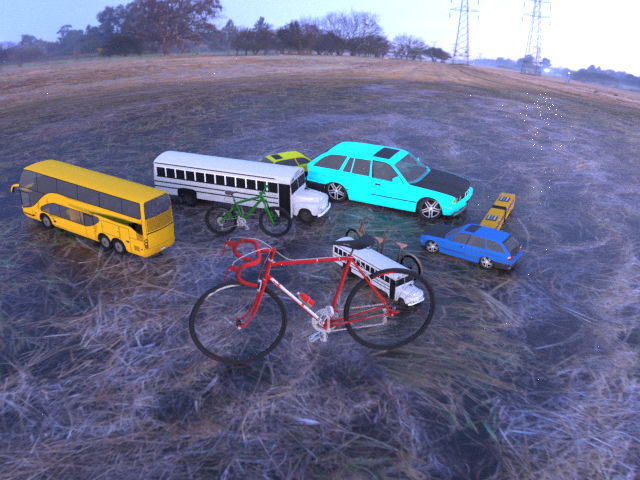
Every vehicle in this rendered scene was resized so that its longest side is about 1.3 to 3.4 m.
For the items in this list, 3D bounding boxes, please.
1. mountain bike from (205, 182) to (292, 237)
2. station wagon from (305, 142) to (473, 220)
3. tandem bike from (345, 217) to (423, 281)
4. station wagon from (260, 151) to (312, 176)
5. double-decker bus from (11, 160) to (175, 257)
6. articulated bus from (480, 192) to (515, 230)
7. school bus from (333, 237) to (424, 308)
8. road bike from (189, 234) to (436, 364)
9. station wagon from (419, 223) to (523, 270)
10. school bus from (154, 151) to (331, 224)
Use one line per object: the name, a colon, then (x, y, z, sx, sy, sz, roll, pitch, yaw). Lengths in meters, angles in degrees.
mountain bike: (-1.198, -0.457, 11.626, 1.469, 0.868, 0.573, 2, 26, 4)
station wagon: (1.290, -1.187, 13.074, 3.105, 0.920, 1.327, 13, 29, 24)
tandem bike: (0.953, 0.093, 10.704, 0.283, 0.682, 1.642, -21, 33, -36)
station wagon: (-0.903, -1.454, 14.137, 1.597, 0.473, 0.682, -14, 29, -26)
double-decker bus: (-3.816, -0.580, 11.669, 3.251, 1.052, 0.756, 16, 30, 30)
articulated bus: (3.081, -0.414, 12.202, 0.311, 0.289, 1.749, 12, 28, 23)
school bus: (0.839, 0.453, 10.246, 0.365, 0.434, 1.708, -18, 31, -33)
road bike: (-0.054, 0.700, 8.333, 3.004, 1.656, 0.697, -4, 26, -9)
station wagon: (2.371, 0.016, 11.103, 1.597, 0.473, 0.682, 17, 31, 31)
school bus: (-1.430, -1.002, 12.778, 3.322, 0.844, 0.709, 9, 27, 18)
